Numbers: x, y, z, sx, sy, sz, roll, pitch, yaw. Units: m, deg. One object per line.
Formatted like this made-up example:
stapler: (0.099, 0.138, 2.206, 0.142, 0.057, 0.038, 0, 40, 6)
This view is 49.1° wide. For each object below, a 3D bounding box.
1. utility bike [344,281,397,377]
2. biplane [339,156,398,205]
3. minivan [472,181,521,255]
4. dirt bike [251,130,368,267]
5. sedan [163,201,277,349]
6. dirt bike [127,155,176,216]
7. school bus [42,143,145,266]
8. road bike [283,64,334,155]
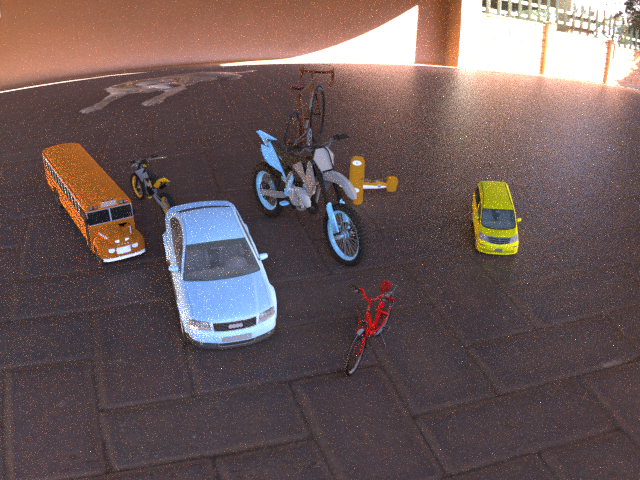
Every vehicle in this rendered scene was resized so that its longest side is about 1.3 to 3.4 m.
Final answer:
utility bike: (0.637, 0.883, 7.904, 0.535, 0.946, 1.435, 12, 30, 23)
biplane: (0.777, -0.950, 11.915, 1.090, 0.504, 1.336, 2, 28, 4)
minivan: (2.654, -0.347, 10.631, 0.681, 0.616, 1.548, 3, 28, 7)
dirt bike: (-0.221, -0.770, 10.307, 1.024, 1.666, 2.903, -18, 33, -31)
sedan: (-1.369, 0.251, 9.128, 1.235, 0.940, 3.137, -8, 28, -14)
dirt bike: (-2.761, -0.892, 11.420, 0.527, 0.857, 1.493, -21, 34, -34)
school bus: (-3.583, -0.632, 10.933, 0.709, 0.844, 3.322, -16, 31, -28)
road bike: (-0.272, -2.383, 13.426, 0.697, 1.656, 3.004, 7, 28, 12)
